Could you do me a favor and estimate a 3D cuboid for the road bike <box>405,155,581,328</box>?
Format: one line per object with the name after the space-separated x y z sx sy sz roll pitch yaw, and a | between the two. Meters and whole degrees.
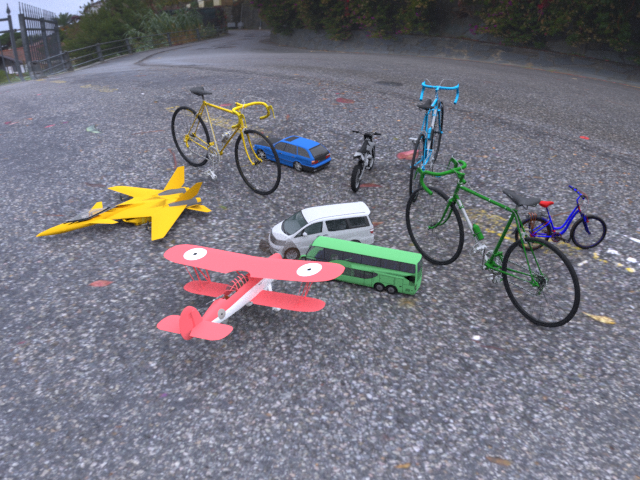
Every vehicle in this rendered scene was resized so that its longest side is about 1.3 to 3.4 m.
2.142 -0.055 9.106 0.696 1.656 3.004 -19 34 -31 | road bike

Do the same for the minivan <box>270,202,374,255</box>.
0.007 -0.152 10.373 1.548 0.616 0.681 -7 29 -13 | minivan

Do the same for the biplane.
-1.037 0.639 8.537 2.598 0.981 2.120 15 32 25 | biplane

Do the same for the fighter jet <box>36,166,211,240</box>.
-3.185 -0.536 11.141 2.640 0.557 2.229 -16 33 -28 | fighter jet

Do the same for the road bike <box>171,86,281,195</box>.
-1.745 -1.840 12.389 3.004 1.656 0.696 24 37 37 | road bike

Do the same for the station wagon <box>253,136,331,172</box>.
-0.561 -1.731 13.427 1.597 0.473 0.682 21 35 33 | station wagon

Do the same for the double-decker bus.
0.557 0.336 9.554 1.672 0.541 0.389 10 30 18 | double-decker bus

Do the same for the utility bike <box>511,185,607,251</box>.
3.534 -0.305 10.309 1.435 0.946 0.535 -2 29 -3 | utility bike

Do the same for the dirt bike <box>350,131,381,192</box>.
0.784 -1.484 12.571 0.527 0.857 1.493 9 30 16 | dirt bike

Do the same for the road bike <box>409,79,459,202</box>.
1.929 -1.841 12.392 0.697 1.656 3.004 9 30 16 | road bike
